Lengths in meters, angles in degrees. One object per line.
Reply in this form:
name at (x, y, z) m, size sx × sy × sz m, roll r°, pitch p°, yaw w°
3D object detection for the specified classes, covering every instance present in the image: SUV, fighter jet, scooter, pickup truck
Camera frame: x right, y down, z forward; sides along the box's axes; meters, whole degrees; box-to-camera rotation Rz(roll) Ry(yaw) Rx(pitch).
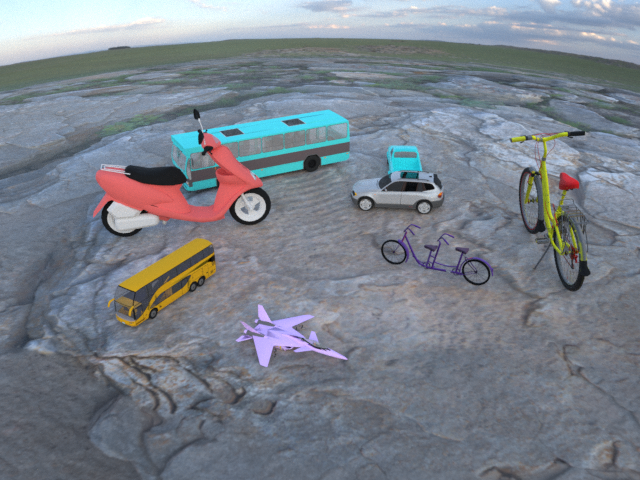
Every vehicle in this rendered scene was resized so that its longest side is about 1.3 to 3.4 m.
SUV at (1.305, -0.846, 11.775) m, size 1.572 × 0.580 × 0.656 m, roll 4°, pitch 28°, yaw 7°
fighter jet at (-0.282, 1.155, 8.332) m, size 1.358 × 0.286 × 1.147 m, roll 14°, pitch 31°, yaw 24°
scooter at (-2.113, -0.940, 10.669) m, size 2.721 × 1.786 × 1.288 m, roll -6°, pitch 29°, yaw -11°
pickup truck at (1.569, -1.436, 12.957) m, size 0.640 × 0.511 × 1.603 m, roll 1°, pitch 28°, yaw 2°

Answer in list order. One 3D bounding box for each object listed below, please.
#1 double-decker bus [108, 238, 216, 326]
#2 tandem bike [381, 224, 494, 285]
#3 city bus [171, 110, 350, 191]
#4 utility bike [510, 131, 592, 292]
double-decker bus at (-2.023, 0.546, 9.203) m, size 0.389 × 0.541 × 1.672 m, roll 16°, pitch 32°, yaw 28°
tandem bike at (1.610, 0.189, 9.724) m, size 1.642 × 0.682 × 0.283 m, roll 14°, pitch 31°, yaw 24°
city bus at (-1.050, -1.658, 12.966) m, size 3.255 × 0.894 × 0.926 m, roll -14°, pitch 31°, yaw -24°
utility bike at (3.191, -0.539, 9.861) m, size 1.039 × 1.839 × 2.791 m, roll -1°, pitch 28°, yaw -2°
